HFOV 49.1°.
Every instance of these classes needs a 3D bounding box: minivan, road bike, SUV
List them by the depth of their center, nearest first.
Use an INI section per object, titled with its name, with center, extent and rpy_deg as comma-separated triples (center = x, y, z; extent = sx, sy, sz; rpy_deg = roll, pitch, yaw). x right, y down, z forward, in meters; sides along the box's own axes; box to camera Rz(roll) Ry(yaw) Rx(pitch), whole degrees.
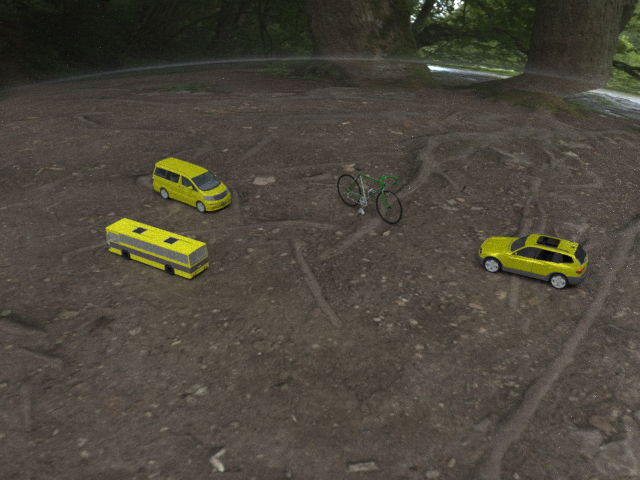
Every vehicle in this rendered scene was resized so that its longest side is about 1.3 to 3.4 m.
[SUV]
center = 3.144, 0.223, 10.334
extent = 1.572, 0.580, 0.656
rpy_deg = 14, 31, 25
[road bike]
center = 0.835, -0.825, 12.001
extent = 0.358, 0.852, 1.545
rpy_deg = -24, 36, -37
[minivan]
center = -2.307, -1.000, 12.578
extent = 1.548, 0.616, 0.681
rpy_deg = 20, 34, 32

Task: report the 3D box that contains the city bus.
[city bus]
center = -2.482, 0.132, 10.630
extent = 1.674, 0.460, 0.476
rpy_deg = 16, 32, 27
